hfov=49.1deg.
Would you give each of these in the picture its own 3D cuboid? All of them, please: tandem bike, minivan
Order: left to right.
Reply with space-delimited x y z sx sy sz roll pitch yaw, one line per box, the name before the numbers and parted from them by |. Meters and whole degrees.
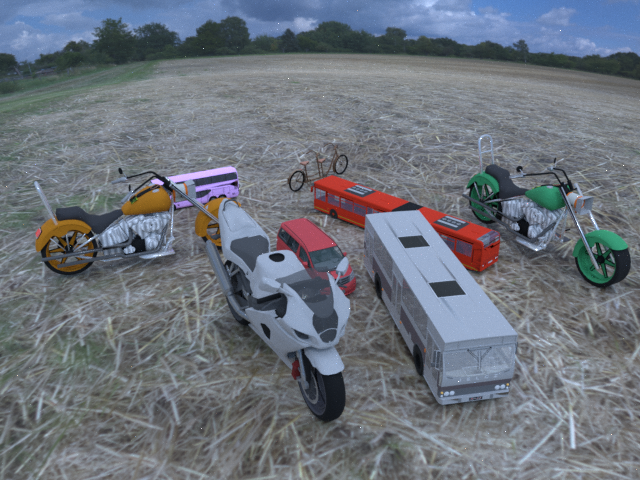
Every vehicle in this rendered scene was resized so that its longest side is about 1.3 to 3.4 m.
minivan | -0.069 0.248 9.856 0.681 0.616 1.548 -13 29 -24
tandem bike | -0.021 -1.392 13.124 0.283 0.682 1.642 23 34 38

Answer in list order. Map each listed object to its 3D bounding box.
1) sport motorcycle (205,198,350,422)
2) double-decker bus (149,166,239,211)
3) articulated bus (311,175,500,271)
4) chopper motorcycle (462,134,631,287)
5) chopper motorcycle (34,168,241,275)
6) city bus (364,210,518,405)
sport motorcycle | -0.494 0.689 7.842 0.983 1.596 2.955 -13 29 -25
double-decker bus | -2.241 -0.876 12.232 1.672 0.541 0.389 -13 29 -25
articulated bus | 1.235 -0.327 11.090 3.401 0.561 0.605 23 34 39
chopper motorcycle | 3.305 -0.497 10.392 0.906 1.480 3.040 -15 30 -27
chopper motorcycle | -2.531 -0.355 10.103 3.040 1.480 0.906 -12 28 -22
city bus | 1.320 0.693 8.631 0.926 0.894 3.255 -5 27 -10
